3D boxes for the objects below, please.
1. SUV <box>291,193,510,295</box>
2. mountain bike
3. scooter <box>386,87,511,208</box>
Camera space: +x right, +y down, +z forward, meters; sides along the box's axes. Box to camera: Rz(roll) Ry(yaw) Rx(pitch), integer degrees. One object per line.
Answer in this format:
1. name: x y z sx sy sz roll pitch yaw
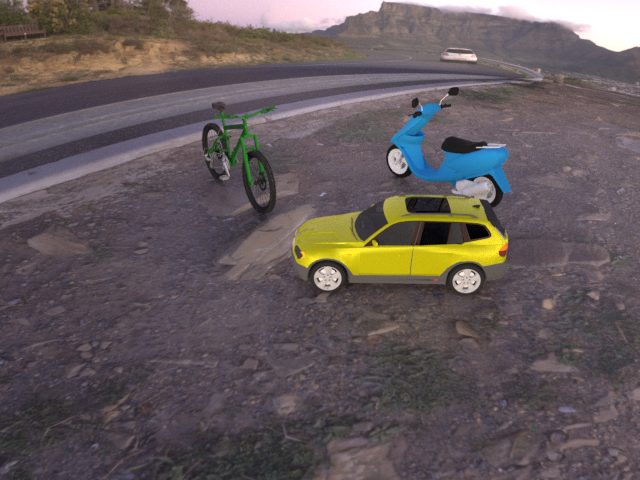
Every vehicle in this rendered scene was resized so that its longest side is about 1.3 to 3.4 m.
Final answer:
1. SUV: 1.120 -0.013 9.881 3.058 1.128 1.276 1 27 2
2. mountain bike: -1.501 -1.579 12.343 1.114 1.688 2.857 -15 31 -28
3. scooter: 2.233 -1.675 12.422 1.288 1.786 2.721 -23 35 -38
